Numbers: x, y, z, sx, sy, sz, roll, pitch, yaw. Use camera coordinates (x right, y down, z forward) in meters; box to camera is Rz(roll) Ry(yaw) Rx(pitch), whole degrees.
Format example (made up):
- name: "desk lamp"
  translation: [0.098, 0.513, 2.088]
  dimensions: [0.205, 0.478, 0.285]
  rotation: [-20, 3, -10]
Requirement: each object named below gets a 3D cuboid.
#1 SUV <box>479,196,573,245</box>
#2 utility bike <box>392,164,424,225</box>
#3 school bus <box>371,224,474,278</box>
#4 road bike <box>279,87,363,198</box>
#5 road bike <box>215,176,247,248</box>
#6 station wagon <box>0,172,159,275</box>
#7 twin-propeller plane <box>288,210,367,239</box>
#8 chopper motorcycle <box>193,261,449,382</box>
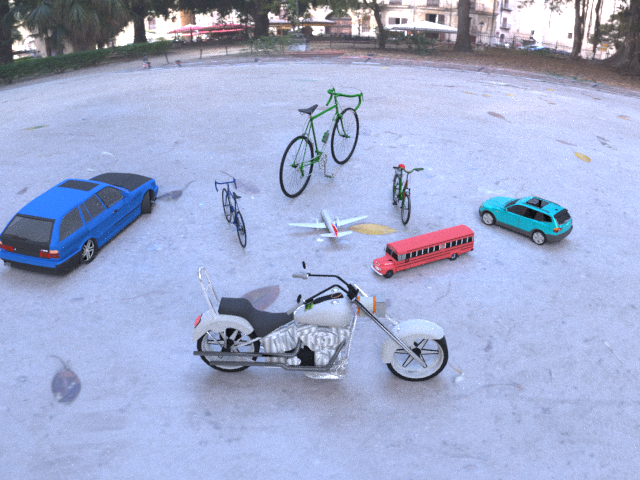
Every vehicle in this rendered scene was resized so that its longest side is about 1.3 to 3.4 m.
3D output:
- name: "SUV"
  translation: [3.445, -0.435, 11.752]
  dimensions: [0.656, 0.580, 1.572]
  rotation: [-25, 38, -38]
- name: "utility bike"
  translation: [1.485, -0.924, 12.263]
  dimensions: [0.535, 0.946, 1.435]
  rotation: [-2, 29, -4]
- name: "school bus"
  translation: [1.592, 0.164, 10.812]
  dimensions: [1.708, 0.434, 0.365]
  rotation: [-14, 32, -23]
- name: "road bike"
  translation: [0.049, -1.935, 13.368]
  dimensions: [0.696, 1.656, 3.004]
  rotation: [16, 32, 26]
- name: "road bike"
  translation: [-1.435, -0.494, 11.577]
  dimensions: [0.358, 0.852, 1.545]
  rotation: [-10, 30, -18]
- name: "station wagon"
  translation: [-3.866, -0.521, 11.556]
  dimensions: [1.327, 0.920, 3.105]
  rotation: [9, 30, 16]
- name: "twin-propeller plane"
  translation: [0.162, -0.317, 11.718]
  dimensions: [1.370, 0.407, 1.095]
  rotation: [-6, 29, -11]
- name: "chopper motorcycle"
  translation: [0.001, 0.990, 8.220]
  dimensions: [3.040, 1.480, 0.906]
  rotation: [1, 29, 2]
